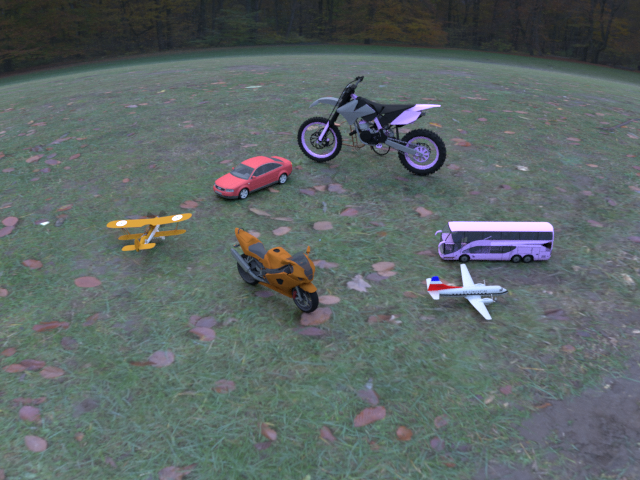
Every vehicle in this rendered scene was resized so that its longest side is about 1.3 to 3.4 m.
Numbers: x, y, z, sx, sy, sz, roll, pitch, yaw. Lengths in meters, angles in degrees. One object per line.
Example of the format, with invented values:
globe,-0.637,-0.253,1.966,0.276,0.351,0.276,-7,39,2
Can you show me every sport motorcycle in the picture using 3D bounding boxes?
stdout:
sport motorcycle,-0.591,0.394,9.291,1.520,0.821,0.506,23,36,37

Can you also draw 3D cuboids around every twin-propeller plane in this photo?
twin-propeller plane,1.963,0.641,9.268,1.095,0.407,1.370,-2,28,-3

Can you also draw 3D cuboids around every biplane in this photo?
biplane,-2.607,-0.093,10.532,1.336,0.504,1.090,3,28,5

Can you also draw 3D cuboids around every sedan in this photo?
sedan,-1.198,-1.180,12.577,0.635,0.483,1.613,25,37,38

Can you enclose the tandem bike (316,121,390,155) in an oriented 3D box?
tandem bike,0.653,-2.126,14.127,1.642,0.682,0.283,13,31,22

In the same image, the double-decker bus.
double-decker bus,2.548,0.023,10.277,1.672,0.541,0.389,0,28,1

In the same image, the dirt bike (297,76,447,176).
dirt bike,0.934,-2.100,13.040,2.903,1.666,1.024,9,30,16
